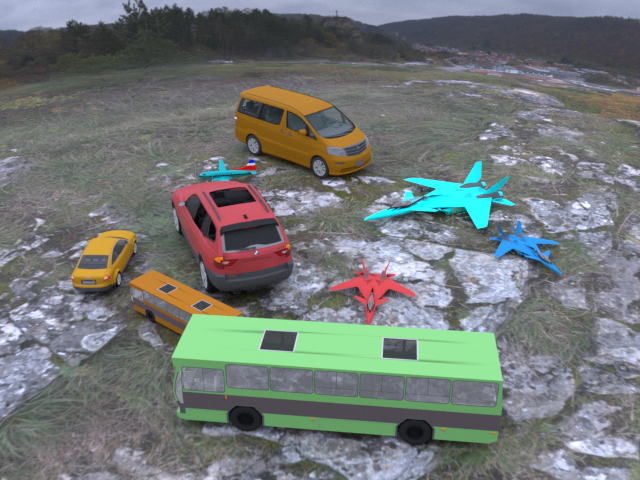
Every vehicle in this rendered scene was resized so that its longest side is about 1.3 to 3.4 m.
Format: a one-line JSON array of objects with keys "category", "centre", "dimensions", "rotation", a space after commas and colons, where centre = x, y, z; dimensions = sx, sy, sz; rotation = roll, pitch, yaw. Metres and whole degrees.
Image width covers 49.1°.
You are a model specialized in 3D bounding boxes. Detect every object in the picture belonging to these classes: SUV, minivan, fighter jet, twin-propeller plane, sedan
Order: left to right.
[{"category": "sedan", "centre": [-3.082, 0.210, 10.072], "dimensions": [0.635, 0.483, 1.613], "rotation": [1, 28, 1]}, {"category": "twin-propeller plane", "centre": [-1.718, -1.276, 13.004], "dimensions": [1.095, 0.407, 1.370], "rotation": [-5, 28, -9]}, {"category": "SUV", "centre": [-1.363, -0.290, 10.333], "dimensions": [1.276, 1.128, 3.058], "rotation": [-10, 29, -19]}, {"category": "minivan", "centre": [-0.359, -2.191, 13.904], "dimensions": [3.011, 1.197, 1.324], "rotation": [23, 35, 37]}, {"category": "fighter jet", "centre": [0.699, 0.691, 9.361], "dimensions": [1.147, 0.286, 1.358], "rotation": [4, 28, 7]}, {"category": "fighter jet", "centre": [1.904, -0.742, 11.817], "dimensions": [2.640, 0.557, 2.229], "rotation": [-12, 30, -23]}, {"category": "fighter jet", "centre": [3.174, 0.127, 10.443], "dimensions": [1.147, 0.286, 1.358], "rotation": [-11, 29, -20]}]

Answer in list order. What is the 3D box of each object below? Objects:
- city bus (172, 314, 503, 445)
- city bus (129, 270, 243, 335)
[{"category": "city bus", "centre": [0.176, 1.447, 7.256], "dimensions": [3.255, 0.894, 0.926], "rotation": [3, 28, 6]}, {"category": "city bus", "centre": [-1.683, 0.904, 8.766], "dimensions": [1.674, 0.460, 0.476], "rotation": [20, 34, 34]}]
